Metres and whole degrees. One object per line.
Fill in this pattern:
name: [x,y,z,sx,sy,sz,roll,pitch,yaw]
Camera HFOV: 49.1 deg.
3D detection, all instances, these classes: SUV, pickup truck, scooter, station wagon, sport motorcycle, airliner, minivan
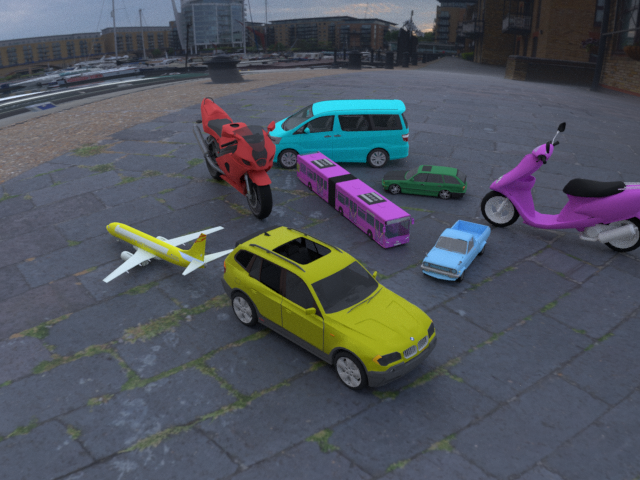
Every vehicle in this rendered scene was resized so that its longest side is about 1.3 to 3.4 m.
SUV: [0.033,0.722,8.890,3.058,1.128,1.276,24,36,38]
pickup truck: [2.118,0.097,10.779,0.640,0.511,1.603,15,31,26]
scooter: [3.958,-0.815,11.157,2.721,1.786,1.288,13,30,24]
station wagon: [1.969,-1.139,13.221,1.597,0.473,0.682,7,28,12]
sport motorcycle: [-1.549,-1.542,12.777,0.983,1.596,2.955,-13,30,-24]
airliner: [-2.540,-0.059,10.727,2.541,0.835,2.257,21,34,35]
minivan: [0.332,-2.250,14.589,3.011,1.197,1.324,-1,27,-1]

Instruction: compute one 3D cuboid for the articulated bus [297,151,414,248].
articulated bus: [0.503,-0.798,12.461,0.605,0.561,3.401,-13,30,-23]
